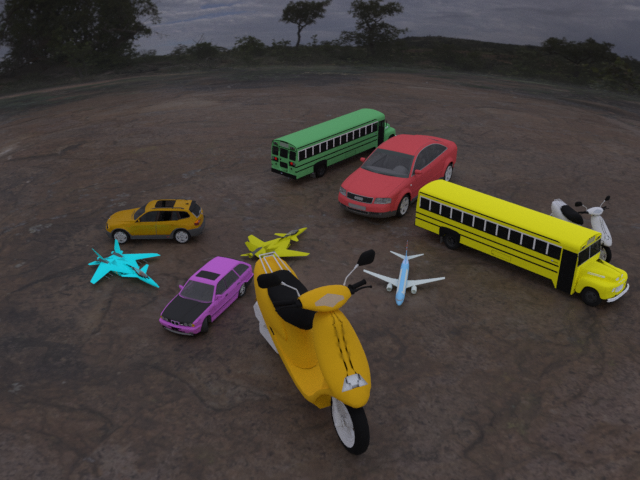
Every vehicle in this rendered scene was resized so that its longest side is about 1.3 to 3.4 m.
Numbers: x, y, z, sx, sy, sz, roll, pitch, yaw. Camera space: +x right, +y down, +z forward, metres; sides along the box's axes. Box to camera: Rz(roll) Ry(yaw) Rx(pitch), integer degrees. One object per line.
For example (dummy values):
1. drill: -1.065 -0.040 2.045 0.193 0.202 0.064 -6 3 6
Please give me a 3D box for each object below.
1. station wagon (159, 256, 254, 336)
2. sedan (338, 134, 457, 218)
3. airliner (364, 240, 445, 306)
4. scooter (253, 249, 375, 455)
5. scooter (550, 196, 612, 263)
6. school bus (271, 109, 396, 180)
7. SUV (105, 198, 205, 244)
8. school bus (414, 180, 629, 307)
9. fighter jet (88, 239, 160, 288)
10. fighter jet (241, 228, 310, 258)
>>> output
1. station wagon: -1.502 0.688 9.359 0.682 0.473 1.597 11 29 21
2. sedan: 1.475 -1.309 12.776 1.235 0.940 3.137 17 31 29
3. airliner: 1.171 0.468 9.839 1.161 0.429 1.307 5 27 10
4. scooter: -0.146 0.881 7.528 1.288 1.786 2.721 -12 29 -22
5. scooter: 4.007 -0.273 10.758 0.662 0.919 1.399 -11 29 -20
6. school bus: 0.394 -2.013 14.268 0.709 0.844 3.322 22 34 36
7. SUV: -2.641 -0.331 11.246 1.572 0.580 0.656 0 27 -1
8. school bus: 2.912 -0.030 10.362 0.709 0.844 3.322 -24 35 -38
9. fighter jet: -2.758 0.381 10.169 1.358 0.286 1.147 22 34 37
10. fighter jet: -0.594 -0.025 10.968 1.147 0.286 1.358 17 32 30
